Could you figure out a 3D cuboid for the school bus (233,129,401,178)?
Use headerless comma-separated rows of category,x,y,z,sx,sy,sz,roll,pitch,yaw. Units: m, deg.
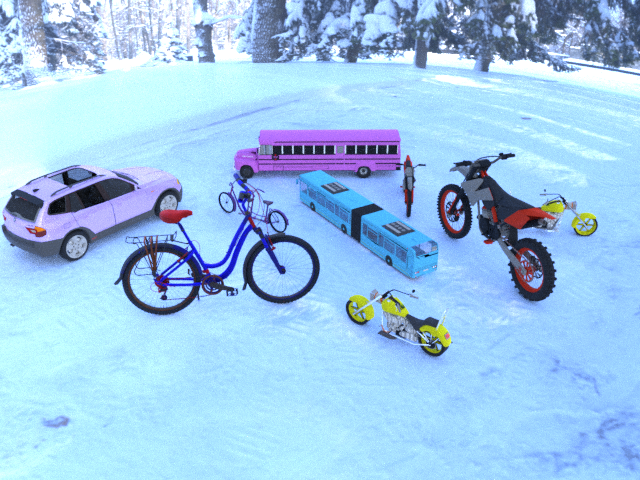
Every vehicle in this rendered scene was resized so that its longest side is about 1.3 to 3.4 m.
school bus,-0.073,-1.737,13.918,3.322,0.844,0.709,0,28,-1

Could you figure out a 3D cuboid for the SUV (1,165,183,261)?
SUV,-3.708,-0.681,11.643,1.276,1.128,3.058,20,34,32

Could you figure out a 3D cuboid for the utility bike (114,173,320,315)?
utility bike,-1.394,0.085,9.461,2.791,1.839,1.039,-5,28,-8

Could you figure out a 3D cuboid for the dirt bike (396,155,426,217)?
dirt bike,1.599,-1.038,12.597,0.527,0.857,1.493,2,28,4

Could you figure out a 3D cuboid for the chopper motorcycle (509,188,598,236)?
chopper motorcycle,3.822,-0.461,11.622,1.563,0.761,0.466,4,28,7

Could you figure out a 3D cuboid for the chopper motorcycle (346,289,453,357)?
chopper motorcycle,0.987,0.953,8.981,1.563,0.761,0.466,21,35,34

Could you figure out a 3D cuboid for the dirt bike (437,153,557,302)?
dirt bike,2.568,-0.352,10.459,1.024,1.666,2.903,-11,30,-20

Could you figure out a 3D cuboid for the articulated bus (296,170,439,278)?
articulated bus,0.685,-0.352,11.629,0.605,0.561,3.401,-16,32,-28

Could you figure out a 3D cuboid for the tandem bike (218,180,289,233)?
tandem bike,-1.165,-0.600,11.965,1.642,0.682,0.283,21,34,33
